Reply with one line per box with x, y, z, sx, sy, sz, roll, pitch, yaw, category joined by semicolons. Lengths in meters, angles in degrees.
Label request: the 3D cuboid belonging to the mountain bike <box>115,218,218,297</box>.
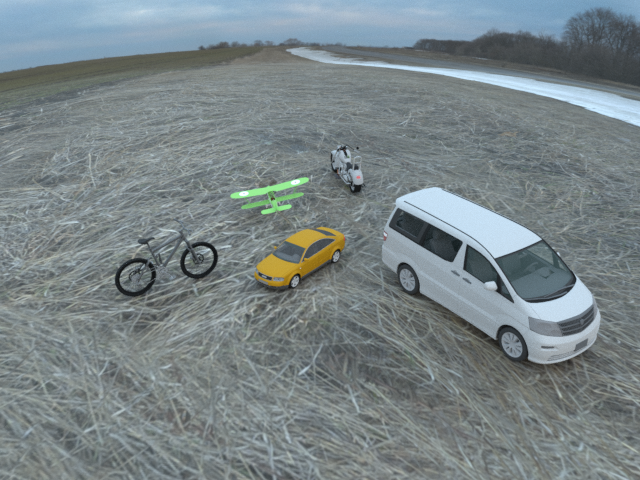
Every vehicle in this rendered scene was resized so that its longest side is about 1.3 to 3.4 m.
-2.075;0.255;9.503;1.469;0.868;0.573;-16;31;-28;mountain bike

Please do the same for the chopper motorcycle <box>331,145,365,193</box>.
0.475;-1.419;12.879;0.466;0.761;1.563;-7;28;-14;chopper motorcycle

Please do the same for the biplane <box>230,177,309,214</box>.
-0.814;-0.678;11.718;1.336;0.504;1.090;-5;28;-10;biplane

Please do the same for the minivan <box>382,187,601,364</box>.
2.118;0.361;8.936;1.324;1.197;3.011;-18;32;-31;minivan

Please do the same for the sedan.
-0.274;0.197;10.037;0.635;0.483;1.613;20;33;34;sedan
